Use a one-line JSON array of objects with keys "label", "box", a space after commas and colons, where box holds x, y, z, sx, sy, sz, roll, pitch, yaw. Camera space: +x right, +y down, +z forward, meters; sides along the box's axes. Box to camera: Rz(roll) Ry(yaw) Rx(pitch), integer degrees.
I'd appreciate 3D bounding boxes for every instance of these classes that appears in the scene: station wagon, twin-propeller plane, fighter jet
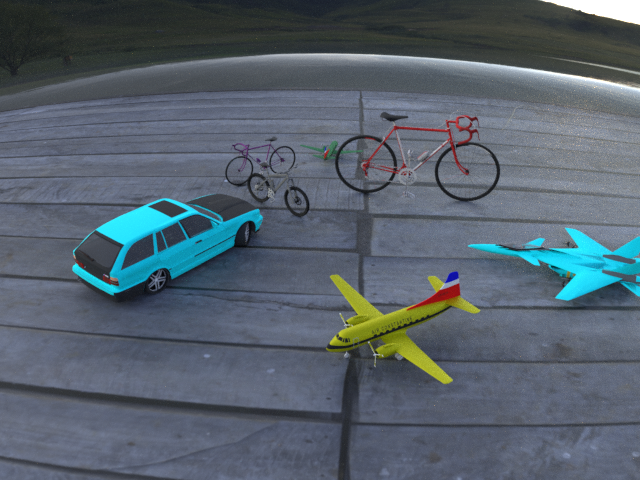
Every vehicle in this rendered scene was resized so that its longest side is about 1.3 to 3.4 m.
[{"label": "station wagon", "box": [-2.278, -0.119, 10.962, 1.327, 0.920, 3.105, 23, 37, 34]}, {"label": "twin-propeller plane", "box": [1.007, 0.985, 9.153, 2.129, 0.792, 2.663, -16, 33, -25]}, {"label": "twin-propeller plane", "box": [0.218, -1.915, 14.634, 1.370, 0.407, 1.095, 7, 30, 12]}, {"label": "fighter jet", "box": [3.622, 0.171, 10.820, 2.640, 0.557, 2.229, 10, 31, 18]}]

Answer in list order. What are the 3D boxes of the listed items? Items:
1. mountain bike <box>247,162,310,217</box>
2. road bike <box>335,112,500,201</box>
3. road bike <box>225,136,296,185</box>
[{"label": "mountain bike", "box": [-0.764, -0.950, 12.473, 1.469, 0.868, 0.573, 22, 36, 33]}, {"label": "road bike", "box": [1.754, -1.526, 12.688, 3.004, 1.656, 0.697, 5, 30, 9]}, {"label": "road bike", "box": [-1.143, -1.561, 13.562, 1.545, 0.852, 0.358, -17, 34, -28]}]
